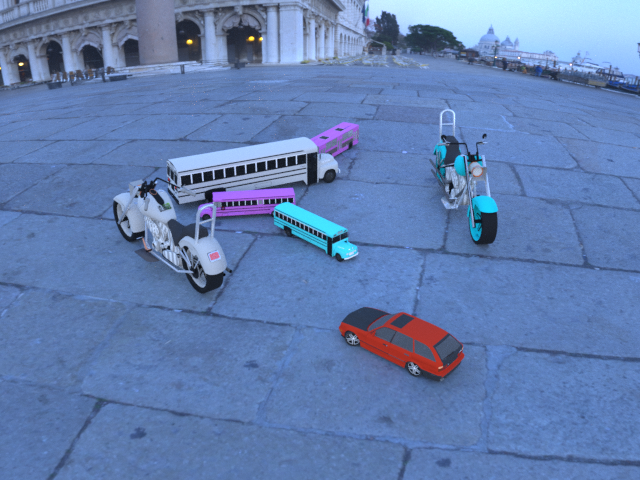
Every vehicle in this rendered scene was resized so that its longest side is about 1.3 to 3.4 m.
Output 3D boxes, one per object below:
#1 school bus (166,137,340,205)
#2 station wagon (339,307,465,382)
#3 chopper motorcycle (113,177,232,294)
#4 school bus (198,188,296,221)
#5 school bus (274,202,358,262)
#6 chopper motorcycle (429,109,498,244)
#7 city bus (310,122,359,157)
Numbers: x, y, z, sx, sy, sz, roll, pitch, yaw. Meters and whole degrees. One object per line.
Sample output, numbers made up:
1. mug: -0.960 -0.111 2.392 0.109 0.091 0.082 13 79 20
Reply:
1. school bus: -1.173 -1.325 13.155 3.322 0.844 0.709 -13 30 -24
2. station wagon: 0.979 1.184 8.679 1.597 0.473 0.682 21 34 35
3. chopper motorcycle: -2.348 -0.285 10.437 0.906 1.480 3.040 -21 34 -35
4. school bus: -1.287 -0.630 12.252 1.708 0.434 0.365 -4 27 -8
5. school bus: -0.075 -0.144 11.306 0.365 0.434 1.708 -23 35 -37
6. chopper motorcycle: 2.500 -1.153 12.125 0.906 1.480 3.040 -3 27 -5
7. city bus: 0.256 -2.065 15.015 0.476 0.460 1.674 16 31 28
